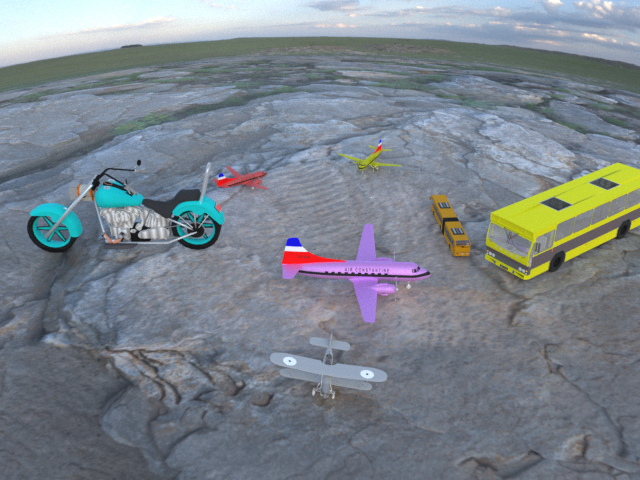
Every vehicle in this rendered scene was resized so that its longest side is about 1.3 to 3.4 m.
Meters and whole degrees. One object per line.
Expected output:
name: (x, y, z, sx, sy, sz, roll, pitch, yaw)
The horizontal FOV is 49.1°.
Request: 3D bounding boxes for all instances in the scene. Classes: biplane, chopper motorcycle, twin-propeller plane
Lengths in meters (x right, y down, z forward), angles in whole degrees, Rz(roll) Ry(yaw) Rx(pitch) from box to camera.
biplane: (0.111, 1.487, 8.156, 1.336, 0.504, 1.090, 2, 29, 4)
chopper motorcycle: (-2.999, -0.497, 10.727, 3.040, 1.480, 0.906, 0, 29, 1)
twin-propeller plane: (-1.442, -1.169, 13.045, 1.095, 0.407, 1.370, -22, 36, -34)
twin-propeller plane: (1.016, -1.661, 13.932, 1.370, 0.407, 1.095, 14, 32, 24)
twin-propeller plane: (0.513, 0.336, 9.935, 2.129, 0.792, 2.663, 2, 29, 3)

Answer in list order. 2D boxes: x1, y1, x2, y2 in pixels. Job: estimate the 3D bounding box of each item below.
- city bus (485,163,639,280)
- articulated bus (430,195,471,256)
city bus: (4.016, -0.325, 11.021, 3.255, 0.894, 0.926, -20, 35, -31)
articulated bus: (2.132, -0.267, 11.540, 0.311, 0.289, 1.749, -2, 29, -4)
